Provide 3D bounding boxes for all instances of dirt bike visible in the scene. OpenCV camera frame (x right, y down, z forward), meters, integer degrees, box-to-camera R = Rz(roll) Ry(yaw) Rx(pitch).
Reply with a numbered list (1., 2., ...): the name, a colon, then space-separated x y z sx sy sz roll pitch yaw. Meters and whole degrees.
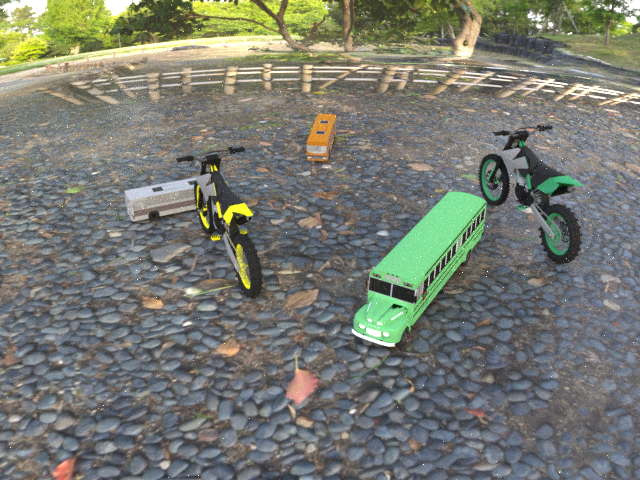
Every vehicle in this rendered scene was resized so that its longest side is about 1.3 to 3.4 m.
1. dirt bike: 3.302 -0.892 11.175 1.024 1.666 2.903 -9 31 -15
2. dirt bike: -1.449 -0.417 10.335 1.024 1.666 2.903 -13 32 -21

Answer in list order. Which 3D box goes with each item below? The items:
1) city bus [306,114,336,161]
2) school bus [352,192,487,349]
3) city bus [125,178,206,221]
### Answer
1. city bus: 0.048 -2.129 14.583 0.476 0.460 1.674 4 30 7
2. school bus: 1.471 0.328 9.854 0.709 0.844 3.322 16 33 26
3. city bus: -2.480 -0.725 12.103 1.674 0.460 0.476 -13 32 -22
